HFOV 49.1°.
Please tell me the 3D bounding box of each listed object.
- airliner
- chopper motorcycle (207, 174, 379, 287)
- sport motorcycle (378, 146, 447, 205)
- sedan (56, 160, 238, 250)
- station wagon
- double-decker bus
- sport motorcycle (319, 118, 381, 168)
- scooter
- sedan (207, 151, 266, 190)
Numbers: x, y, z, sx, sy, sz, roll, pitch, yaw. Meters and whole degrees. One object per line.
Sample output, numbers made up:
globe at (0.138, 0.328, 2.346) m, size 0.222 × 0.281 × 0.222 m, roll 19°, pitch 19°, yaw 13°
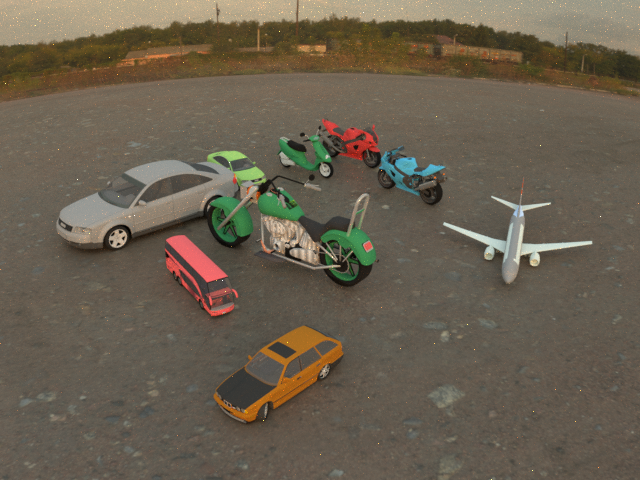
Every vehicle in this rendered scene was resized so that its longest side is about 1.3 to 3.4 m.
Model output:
airliner at (2.977, -0.160, 10.630) m, size 2.257 × 0.835 × 2.541 m, roll 8°, pitch 27°, yaw 16°
chopper motorcycle at (-0.506, -0.296, 10.176) m, size 3.040 × 1.480 × 0.906 m, roll 18°, pitch 32°, yaw 33°
sport motorcycle at (1.635, -1.178, 12.724) m, size 0.506 × 0.821 × 1.520 m, roll -23°, pitch 34°, yaw -38°
sedan at (-2.823, -0.717, 11.649) m, size 3.137 × 0.940 × 1.235 m, roll -22°, pitch 33°, yaw -37°
station wagon at (-0.445, 1.429, 7.798) m, size 0.682 × 0.473 × 1.597 m, roll 22°, pitch 33°, yaw 37°
double-decker bus at (-1.676, 0.482, 9.654) m, size 0.389 × 0.541 × 1.672 m, roll -16°, pitch 30°, yaw -29°
sport motorcycle at (0.636, -2.001, 14.403) m, size 1.520 × 0.821 × 0.506 m, roll 20°, pitch 33°, yaw 35°
scooter at (-0.302, -1.775, 13.832) m, size 1.399 × 0.919 × 0.662 m, roll 18°, pitch 32°, yaw 33°
sedan at (-1.631, -1.409, 13.580) m, size 0.635 × 0.483 × 1.613 m, roll -17°, pitch 31°, yaw -31°
